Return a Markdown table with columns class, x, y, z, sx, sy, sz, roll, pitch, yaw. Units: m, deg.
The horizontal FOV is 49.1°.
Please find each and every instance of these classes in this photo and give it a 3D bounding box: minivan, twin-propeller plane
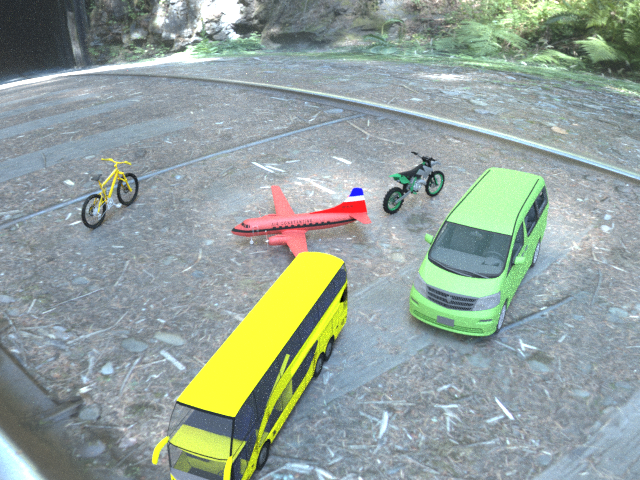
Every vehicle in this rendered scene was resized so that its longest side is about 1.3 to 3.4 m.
| class | x | y | z | sx | sy | sz | roll | pitch | yaw |
| --- | --- | --- | --- | --- | --- | --- | --- | --- | --- |
| minivan | 2.233 | 0.074 | 9.483 | 1.324 | 1.197 | 3.011 | 15 | 32 | 25 |
| twin-propeller plane | -0.302 | -0.361 | 10.701 | 2.129 | 0.792 | 2.663 | -6 | 29 | -11 |

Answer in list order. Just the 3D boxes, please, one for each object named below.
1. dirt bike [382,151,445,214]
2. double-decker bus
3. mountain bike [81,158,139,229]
| class | x | y | z | sx | sy | sz | roll | pitch | yaw |
| --- | --- | --- | --- | --- | --- | --- | --- | --- | --- |
| dirt bike | 1.603 | -0.987 | 11.776 | 1.493 | 0.857 | 0.527 | -22 | 36 | -35 |
| double-decker bus | -0.535 | 1.313 | 7.373 | 0.756 | 1.052 | 3.251 | 11 | 30 | 19 |
| mountain bike | -3.417 | -0.793 | 11.410 | 0.573 | 0.868 | 1.469 | 11 | 30 | 19 |
